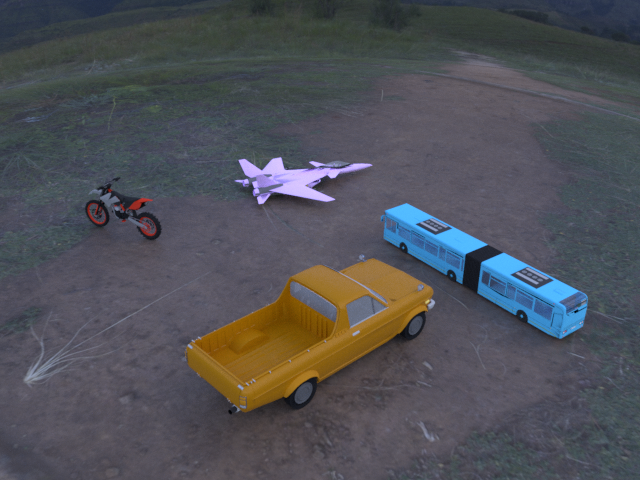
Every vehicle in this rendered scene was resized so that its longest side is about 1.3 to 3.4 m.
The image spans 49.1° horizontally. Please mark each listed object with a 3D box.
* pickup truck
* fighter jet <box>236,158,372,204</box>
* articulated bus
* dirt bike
[{"bbox_3d":[-0.014,0.958,8.277,3.117,0.993,1.244,-23,36,-36],"label":"pickup truck"},{"bbox_3d":[-0.153,-1.311,12.952,2.640,0.557,2.229,-14,31,-24],"label":"fighter jet"},{"bbox_3d":[2.163,0.330,9.899,0.605,0.561,3.401,-19,34,-31],"label":"articulated bus"},{"bbox_3d":[-3.167,-0.494,11.118,1.493,0.857,0.527,13,31,22],"label":"dirt bike"}]
